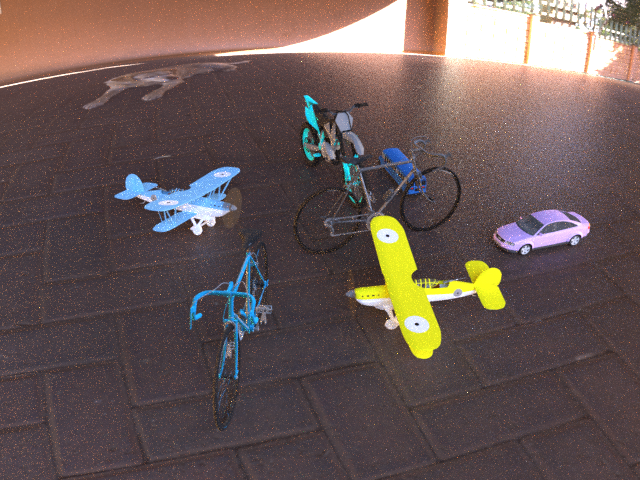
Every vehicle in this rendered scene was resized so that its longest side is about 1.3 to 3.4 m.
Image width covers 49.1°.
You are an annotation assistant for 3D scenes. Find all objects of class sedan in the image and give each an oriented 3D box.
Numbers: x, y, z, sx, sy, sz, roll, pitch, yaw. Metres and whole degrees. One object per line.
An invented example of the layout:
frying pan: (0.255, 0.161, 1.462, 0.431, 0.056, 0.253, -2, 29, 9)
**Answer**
sedan: (3.594, -0.177, 11.340, 1.613, 0.483, 0.635, -10, 32, -16)

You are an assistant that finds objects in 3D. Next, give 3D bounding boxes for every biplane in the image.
biplane: (-2.323, -0.686, 11.720, 2.120, 0.981, 2.598, 11, 32, 18)
biplane: (1.394, 0.695, 9.350, 2.120, 0.981, 2.598, -4, 30, -7)

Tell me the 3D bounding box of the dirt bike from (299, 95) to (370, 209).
dirt bike: (0.239, -1.774, 12.907, 1.024, 1.666, 2.903, -12, 32, -20)

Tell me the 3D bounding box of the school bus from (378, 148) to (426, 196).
school bus: (1.542, -1.341, 13.388, 0.365, 0.434, 1.708, -8, 31, -13)

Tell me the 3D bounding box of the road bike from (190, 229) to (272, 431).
road bike: (-0.920, 0.842, 8.428, 0.696, 1.656, 3.004, 3, 30, 6)

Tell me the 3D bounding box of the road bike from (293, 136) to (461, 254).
road bike: (0.972, -0.692, 11.060, 3.004, 1.656, 0.696, -12, 32, -20)
